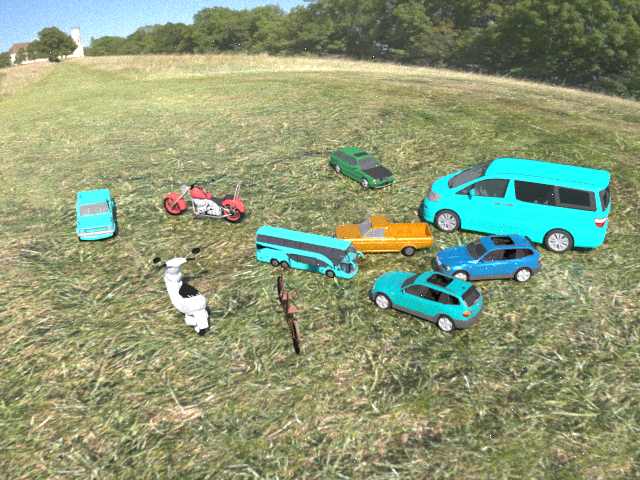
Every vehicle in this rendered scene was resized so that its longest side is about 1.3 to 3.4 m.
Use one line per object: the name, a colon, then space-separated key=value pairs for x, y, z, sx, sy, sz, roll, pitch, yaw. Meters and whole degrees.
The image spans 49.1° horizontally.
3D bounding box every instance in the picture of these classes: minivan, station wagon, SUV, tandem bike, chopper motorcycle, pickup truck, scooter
minivan: x=3.270 y=-0.700 z=11.772 sx=3.011 sy=1.197 sz=1.324 roll=12 pitch=29 yaw=22
station wagon: x=0.844 y=-1.502 z=14.155 sx=0.682 sy=0.473 sz=1.597 roll=-16 pitch=31 yaw=-29
SUV: x=2.538 y=0.263 z=10.554 sx=1.572 sy=0.580 sz=0.656 roll=-3 pitch=27 yaw=-5
tandem bike: x=-0.427 y=0.853 z=9.278 sx=0.283 sy=0.682 sz=1.642 roll=-6 pitch=27 yaw=-11
chopper motorcycle: x=-2.046 y=-0.719 z=12.292 sx=1.563 sy=0.761 sz=0.466 roll=9 pitch=28 yaw=17
pickup truck: x=1.020 y=-0.089 z=11.325 sx=1.603 sy=0.511 sz=0.640 roll=-1 pitch=27 yaw=-2
SUV: x=1.461 y=0.734 z=9.625 sx=1.572 sy=0.580 sz=0.656 roll=18 pitch=32 yaw=31
scooter: x=-1.835 y=0.643 z=9.430 sx=0.662 sy=0.919 sz=1.399 roll=-15 pitch=30 yaw=-27
pickup truck: x=-3.909 y=-0.505 z=12.147 sx=0.640 sy=0.511 sz=1.603 roll=-8 pitch=28 yaw=-15

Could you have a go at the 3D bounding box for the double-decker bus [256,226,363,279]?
double-decker bus: x=-0.185 y=0.193 z=10.737 sx=1.672 sy=0.541 sz=0.389 roll=10 pitch=29 yaw=20
